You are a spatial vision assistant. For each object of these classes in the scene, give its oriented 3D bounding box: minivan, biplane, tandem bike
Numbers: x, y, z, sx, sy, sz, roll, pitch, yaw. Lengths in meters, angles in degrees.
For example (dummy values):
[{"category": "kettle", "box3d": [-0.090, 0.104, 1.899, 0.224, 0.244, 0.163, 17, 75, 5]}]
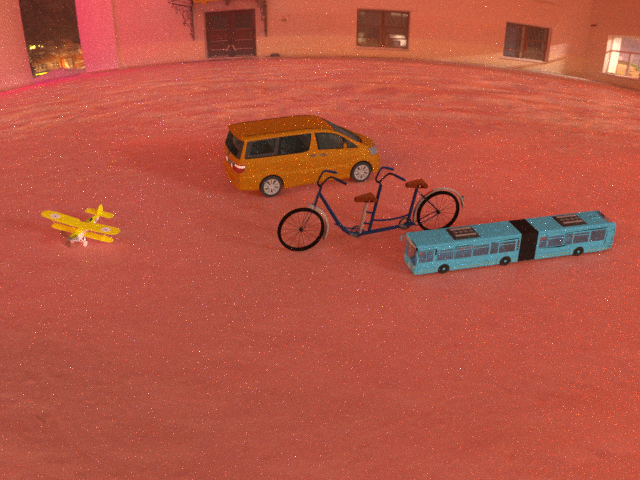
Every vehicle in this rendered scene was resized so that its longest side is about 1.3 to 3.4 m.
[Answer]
[{"category": "minivan", "box3d": [-0.308, -1.719, 13.451, 3.011, 1.197, 1.324, -11, 31, -19]}, {"category": "biplane", "box3d": [-3.817, -0.236, 11.483, 1.336, 0.504, 1.090, 7, 30, 12]}, {"category": "tandem bike", "box3d": [0.868, -0.553, 11.209, 3.192, 1.326, 0.550, -8, 30, -14]}]

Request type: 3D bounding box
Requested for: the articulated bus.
[{"category": "articulated bus", "box3d": [2.964, 0.025, 10.953, 3.401, 0.561, 0.605, -7, 30, -12]}]
